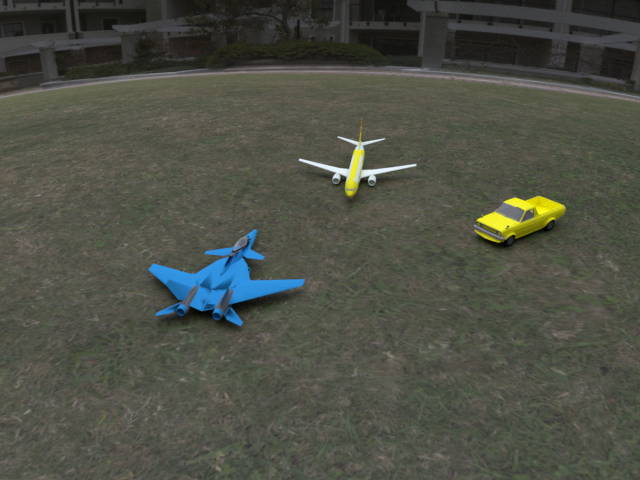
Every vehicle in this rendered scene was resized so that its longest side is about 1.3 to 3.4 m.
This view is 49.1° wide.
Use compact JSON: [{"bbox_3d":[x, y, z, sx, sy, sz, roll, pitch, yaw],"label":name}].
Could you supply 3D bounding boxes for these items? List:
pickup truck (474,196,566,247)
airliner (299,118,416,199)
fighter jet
[{"bbox_3d":[3.212,-0.380,11.194,1.603,0.511,0.640,-18,32,-32],"label":"pickup truck"},{"bbox_3d":[0.677,-1.532,13.122,2.257,0.835,2.541,3,27,7],"label":"airliner"},{"bbox_3d":[-1.272,0.268,9.854,2.229,0.557,2.640,5,27,10],"label":"fighter jet"}]
